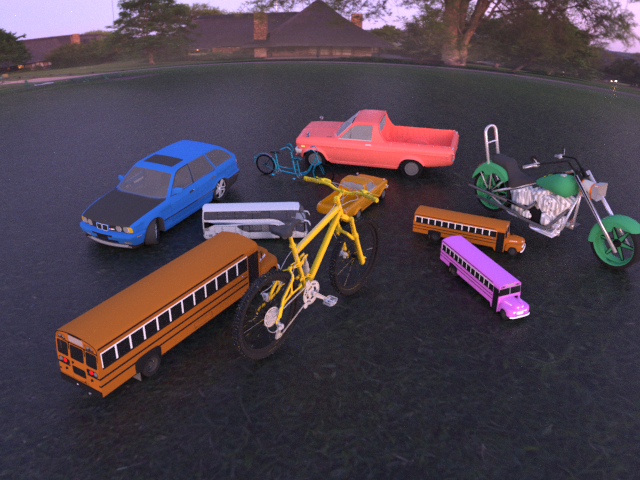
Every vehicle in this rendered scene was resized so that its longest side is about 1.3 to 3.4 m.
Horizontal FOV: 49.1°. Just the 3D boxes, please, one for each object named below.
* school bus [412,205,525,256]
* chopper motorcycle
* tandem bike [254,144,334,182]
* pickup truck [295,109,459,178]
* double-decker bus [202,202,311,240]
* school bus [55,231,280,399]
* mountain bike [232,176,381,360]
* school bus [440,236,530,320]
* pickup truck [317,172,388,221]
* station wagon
[{"bbox_3d":[2.295,-0.157,10.769,1.708,0.434,0.365,12,30,22],"label":"school bus"},{"bbox_3d":[3.577,-0.706,10.689,0.906,1.480,3.040,-20,34,-33],"label":"chopper motorcycle"},{"bbox_3d":[-0.491,-1.446,12.949,1.642,0.682,0.283,11,30,20],"label":"tandem bike"},{"bbox_3d":[1.103,-1.936,13.543,3.117,0.993,1.244,7,29,13],"label":"pickup truck"},{"bbox_3d":[-0.987,-0.294,10.915,1.672,0.541,0.389,-1,28,-3],"label":"double-decker bus"},{"bbox_3d":[-1.681,0.723,8.661,0.709,0.844,3.322,17,32,28],"label":"school bus"},{"bbox_3d":[-0.061,0.280,8.598,1.114,1.688,2.857,20,34,33],"label":"mountain bike"},{"bbox_3d":[2.231,0.494,9.535,0.365,0.434,1.708,-11,30,-20],"label":"school bus"},{"bbox_3d":[0.574,-0.781,11.871,0.640,0.511,1.603,15,31,26],"label":"pickup truck"},{"bbox_3d":[-2.597,-0.883,11.625,1.327,0.920,3.105,13,30,23],"label":"station wagon"}]
